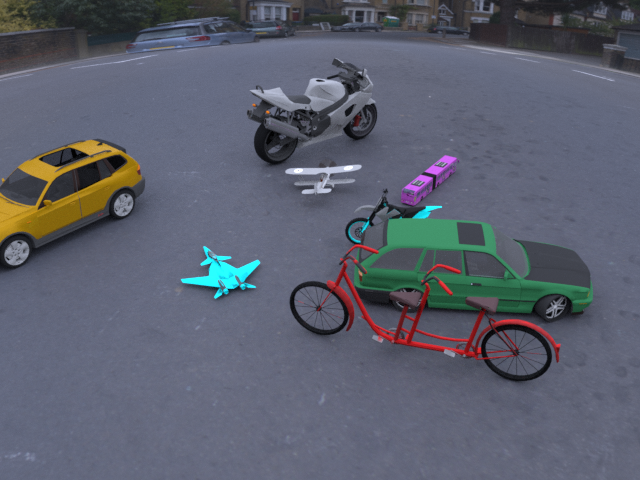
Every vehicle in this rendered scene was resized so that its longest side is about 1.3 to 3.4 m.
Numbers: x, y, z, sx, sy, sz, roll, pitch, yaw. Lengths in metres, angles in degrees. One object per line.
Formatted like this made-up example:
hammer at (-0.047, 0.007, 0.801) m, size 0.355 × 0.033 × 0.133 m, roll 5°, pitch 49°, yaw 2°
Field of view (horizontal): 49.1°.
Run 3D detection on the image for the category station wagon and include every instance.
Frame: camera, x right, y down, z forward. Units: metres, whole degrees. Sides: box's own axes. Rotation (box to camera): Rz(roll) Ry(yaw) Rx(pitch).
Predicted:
station wagon at (2.022, 0.307, 9.293) m, size 3.105 × 0.920 × 1.327 m, roll 3°, pitch 30°, yaw 6°

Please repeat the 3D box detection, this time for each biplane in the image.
biplane at (0.016, -1.014, 11.981) m, size 1.336 × 0.504 × 1.090 m, roll 6°, pitch 31°, yaw 11°

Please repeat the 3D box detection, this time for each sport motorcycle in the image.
sport motorcycle at (-0.042, -2.453, 13.372) m, size 2.955 × 1.596 × 0.983 m, roll -20°, pitch 36°, yaw -31°

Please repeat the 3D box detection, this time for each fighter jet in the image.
fighter jet at (-1.434, 0.327, 9.890) m, size 1.147 × 0.286 × 1.358 m, roll -14°, pitch 33°, yaw -23°

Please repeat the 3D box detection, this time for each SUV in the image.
SUV at (-4.161, -0.673, 10.773) m, size 1.276 × 1.128 × 3.058 m, roll 21°, pitch 36°, yaw 32°

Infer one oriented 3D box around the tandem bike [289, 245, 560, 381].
tandem bike at (1.117, 0.820, 8.006) m, size 3.192 × 1.326 × 0.550 m, roll 11°, pitch 32°, yaw 18°

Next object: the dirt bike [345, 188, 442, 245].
dirt bike at (1.120, -0.265, 10.340) m, size 1.493 × 0.857 × 0.527 m, roll 2°, pitch 30°, yaw 4°

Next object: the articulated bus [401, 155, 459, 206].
articulated bus at (1.938, -1.060, 12.276) m, size 0.311 × 0.289 × 1.749 m, roll 18°, pitch 35°, yaw 28°
